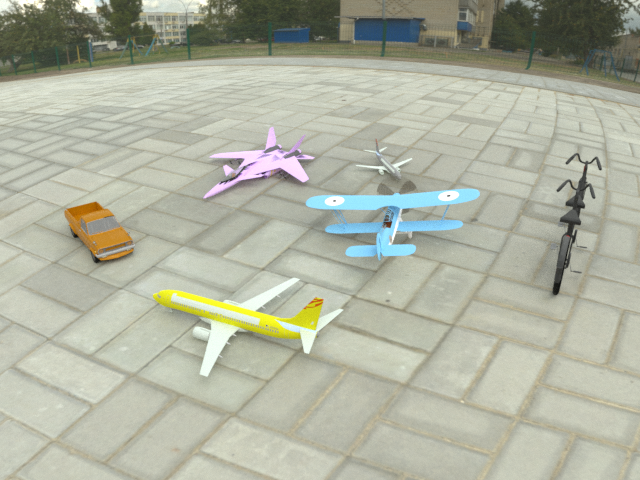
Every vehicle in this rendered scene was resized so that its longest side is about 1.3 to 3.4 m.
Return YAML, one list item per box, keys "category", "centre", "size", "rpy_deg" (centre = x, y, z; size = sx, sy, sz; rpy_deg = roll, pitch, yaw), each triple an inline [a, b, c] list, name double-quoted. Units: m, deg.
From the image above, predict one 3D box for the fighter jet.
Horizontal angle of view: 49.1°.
- category: "fighter jet"
  centre: [-1.293, -1.399, 12.955]
  size: [2.229, 0.557, 2.640]
  rpy_deg: [17, 33, 28]

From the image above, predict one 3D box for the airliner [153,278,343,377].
- category: "airliner"
  centre: [-1.061, 0.789, 8.650]
  size: [2.541, 0.835, 2.257]
  rpy_deg: [13, 31, 22]

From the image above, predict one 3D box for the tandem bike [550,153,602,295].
- category: "tandem bike"
  centre: [3.721, -0.371, 10.265]
  size: [0.550, 1.326, 3.192]
  rpy_deg: [12, 31, 21]

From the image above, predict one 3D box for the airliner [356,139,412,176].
- category: "airliner"
  centre: [1.282, -1.519, 13.309]
  size: [1.161, 0.429, 1.307]
  rpy_deg: [-9, 30, -15]

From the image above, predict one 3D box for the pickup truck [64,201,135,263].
- category: "pickup truck"
  centre: [-3.426, -0.199, 10.801]
  size: [0.640, 0.511, 1.603]
  rpy_deg: [-18, 34, -30]

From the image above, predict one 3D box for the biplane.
- category: "biplane"
  centre: [0.981, -0.233, 10.374]
  size: [2.598, 0.981, 2.120]
  rpy_deg: [6, 29, 11]
